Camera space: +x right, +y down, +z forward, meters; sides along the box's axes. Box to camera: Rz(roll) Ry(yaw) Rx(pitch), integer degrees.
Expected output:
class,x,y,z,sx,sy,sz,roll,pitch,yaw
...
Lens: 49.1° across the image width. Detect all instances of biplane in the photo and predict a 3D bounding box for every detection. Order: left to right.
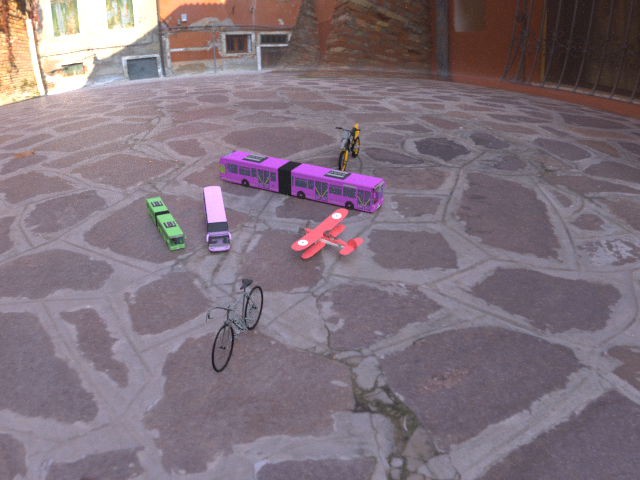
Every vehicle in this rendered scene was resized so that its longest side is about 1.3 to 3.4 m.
class,x,y,z,sx,sy,sz,roll,pitch,yaw
biplane,0.137,-0.005,11.177,1.090,0.504,1.336,19,33,33

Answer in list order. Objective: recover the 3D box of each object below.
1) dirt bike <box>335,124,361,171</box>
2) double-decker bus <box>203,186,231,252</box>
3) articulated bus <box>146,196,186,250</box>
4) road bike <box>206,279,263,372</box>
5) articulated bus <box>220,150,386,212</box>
class,x,y,z,sx,sy,sz,roll,pitch,yaw
dirt bike,0.624,-1.983,14.677,0.527,0.857,1.493,8,28,16
double-decker bus,-1.762,-0.360,11.834,0.389,0.541,1.672,-5,27,-10
articulated bus,-2.668,-0.309,12.013,0.311,0.289,1.749,-12,29,-22
road bike,-1.025,0.991,8.838,0.358,0.852,1.545,9,28,16
articulated bus,-0.390,-1.147,13.359,3.401,0.561,0.605,14,30,25
